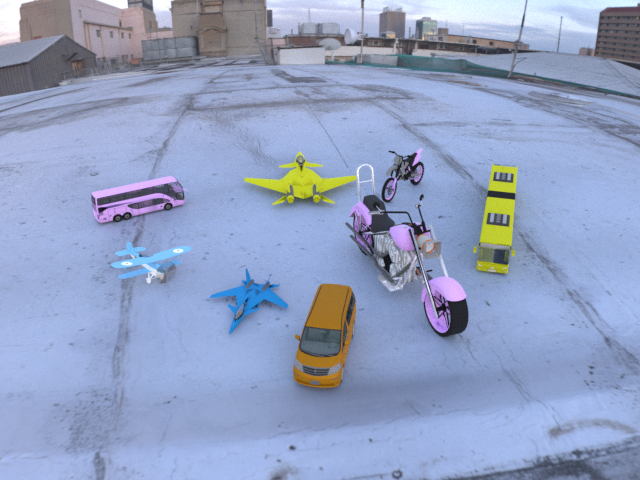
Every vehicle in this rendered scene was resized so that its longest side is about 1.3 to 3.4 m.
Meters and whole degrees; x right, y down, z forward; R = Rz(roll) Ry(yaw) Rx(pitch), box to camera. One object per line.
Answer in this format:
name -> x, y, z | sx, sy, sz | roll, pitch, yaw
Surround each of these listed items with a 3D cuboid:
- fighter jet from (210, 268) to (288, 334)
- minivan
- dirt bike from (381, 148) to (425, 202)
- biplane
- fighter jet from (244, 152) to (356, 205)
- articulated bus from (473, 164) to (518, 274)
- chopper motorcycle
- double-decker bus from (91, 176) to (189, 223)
fighter jet -> -1.033, 0.854, 9.759 | 1.147, 0.286, 1.358 | 6, 29, 12
minivan -> 0.082, 1.175, 8.799 | 0.681, 0.616, 1.548 | 5, 28, 9
dirt bike -> 1.590, -1.279, 13.187 | 0.527, 0.857, 1.493 | 19, 33, 32
biplane -> -2.591, 0.319, 10.539 | 1.090, 0.504, 1.336 | 24, 36, 38
fighter jet -> -0.367, -1.422, 13.779 | 2.229, 0.557, 2.640 | -1, 28, -3
articulated bus -> 3.054, -0.463, 11.959 | 0.605, 0.561, 3.401 | 7, 29, 14
chopper motorcycle -> 1.197, 0.070, 9.967 | 0.906, 1.480, 3.040 | -11, 30, -20
double-decker bus -> -3.203, -0.736, 12.498 | 1.672, 0.541, 0.389 | -16, 32, -27
